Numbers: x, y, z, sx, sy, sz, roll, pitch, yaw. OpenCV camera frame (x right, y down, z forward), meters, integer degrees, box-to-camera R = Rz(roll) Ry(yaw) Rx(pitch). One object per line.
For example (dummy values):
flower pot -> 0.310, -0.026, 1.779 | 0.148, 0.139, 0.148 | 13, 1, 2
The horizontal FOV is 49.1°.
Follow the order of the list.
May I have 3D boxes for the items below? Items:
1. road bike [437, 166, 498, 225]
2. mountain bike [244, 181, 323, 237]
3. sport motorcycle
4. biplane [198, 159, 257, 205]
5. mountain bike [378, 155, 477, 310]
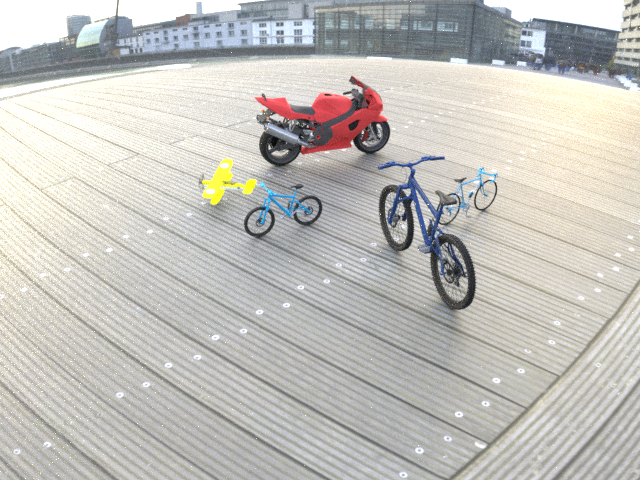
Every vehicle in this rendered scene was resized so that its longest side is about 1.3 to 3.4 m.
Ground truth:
road bike -> 2.611, -0.782, 12.330 | 1.545, 0.852, 0.358 | -20, 35, -31
mountain bike -> -0.615, -0.546, 11.891 | 1.469, 0.868, 0.573 | -14, 32, -24
sport motorcycle -> 0.106, -2.422, 14.494 | 2.955, 1.596, 0.983 | -9, 31, -16
biplane -> -1.741, -1.016, 13.102 | 1.090, 0.504, 1.336 | 5, 30, 9
mountain bike -> 1.552, -0.217, 10.465 | 1.114, 1.688, 2.857 | -11, 31, -18
